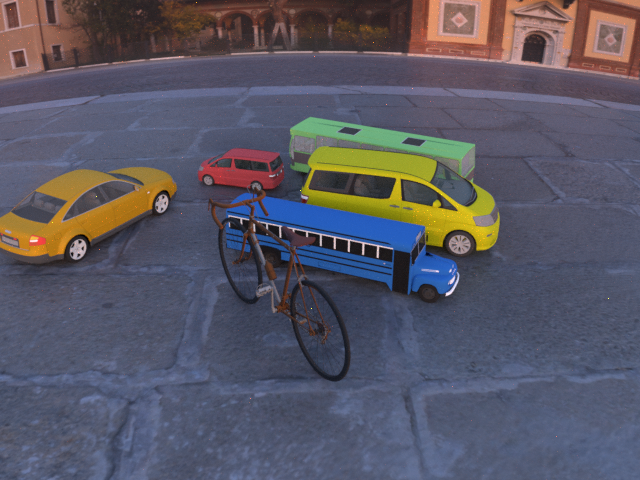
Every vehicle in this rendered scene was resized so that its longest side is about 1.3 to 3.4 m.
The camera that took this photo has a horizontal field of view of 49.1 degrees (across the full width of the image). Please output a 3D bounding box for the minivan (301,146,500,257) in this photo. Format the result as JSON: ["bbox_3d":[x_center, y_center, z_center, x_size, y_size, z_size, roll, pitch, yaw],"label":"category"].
[{"bbox_3d":[1.232,-0.647,10.694,3.011,1.197,1.324,7,29,13],"label":"minivan"}]

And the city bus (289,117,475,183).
[{"bbox_3d":[1.057,-1.430,12.487,3.255,0.894,0.926,14,31,24],"label":"city bus"}]

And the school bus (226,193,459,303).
[{"bbox_3d":[0.283,0.061,9.741,3.322,0.844,0.709,12,30,21],"label":"school bus"}]

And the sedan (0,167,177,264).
[{"bbox_3d":[-3.532,-0.594,10.869,1.235,0.940,3.137,16,32,27],"label":"sedan"}]

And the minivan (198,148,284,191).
[{"bbox_3d":[-1.434,-1.293,12.525,1.548,0.616,0.681,9,29,16],"label":"minivan"}]

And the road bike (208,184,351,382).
[{"bbox_3d":[-0.525,0.414,8.216,0.697,1.656,3.004,-17,33,-29],"label":"road bike"}]
